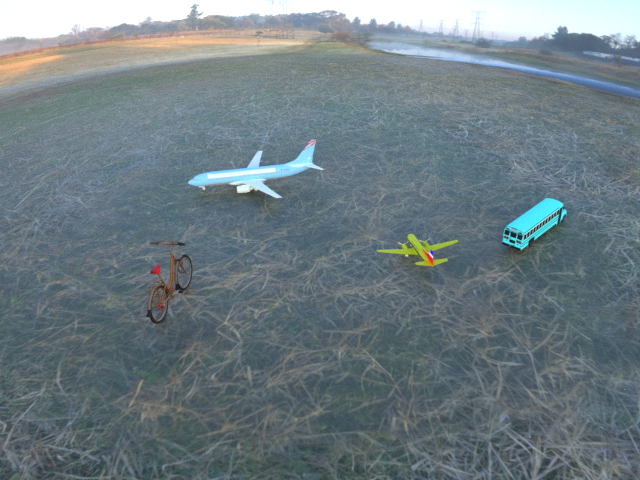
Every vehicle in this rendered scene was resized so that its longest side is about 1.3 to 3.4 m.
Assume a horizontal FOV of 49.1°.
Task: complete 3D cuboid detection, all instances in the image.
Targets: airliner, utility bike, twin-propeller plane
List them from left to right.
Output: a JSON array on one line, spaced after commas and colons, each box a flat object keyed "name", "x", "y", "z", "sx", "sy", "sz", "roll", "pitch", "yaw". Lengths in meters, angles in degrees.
[{"name": "utility bike", "x": -2.177, "y": 0.511, "z": 9.866, "sx": 0.535, "sy": 0.946, "sz": 1.435, "roll": 7, "pitch": 30, "yaw": 12}, {"name": "airliner", "x": -1.265, "y": -1.432, "z": 13.406, "sx": 2.541, "sy": 0.835, "sz": 2.257, "roll": -7, "pitch": 30, "yaw": -11}, {"name": "twin-propeller plane", "x": 1.592, "y": 0.115, "z": 11.111, "sx": 1.370, "sy": 0.407, "sz": 1.095, "roll": -7, "pitch": 30, "yaw": -12}]

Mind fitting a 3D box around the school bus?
[{"name": "school bus", "x": 3.668, "y": -0.304, "z": 11.821, "sx": 0.365, "sy": 0.434, "sz": 1.708, "roll": 24, "pitch": 38, "yaw": 36}]
